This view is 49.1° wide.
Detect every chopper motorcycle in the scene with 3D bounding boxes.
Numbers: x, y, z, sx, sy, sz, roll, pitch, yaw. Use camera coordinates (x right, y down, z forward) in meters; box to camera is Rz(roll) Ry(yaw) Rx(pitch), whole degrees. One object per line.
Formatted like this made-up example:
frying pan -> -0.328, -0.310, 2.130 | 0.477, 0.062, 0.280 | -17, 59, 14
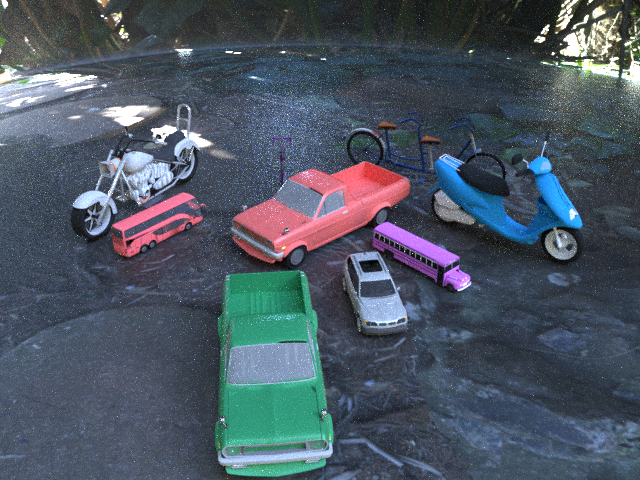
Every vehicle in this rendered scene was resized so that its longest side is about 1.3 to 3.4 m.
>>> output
chopper motorcycle -> -3.099, -1.210, 11.952 | 0.906, 1.480, 3.040 | 15, 34, 24

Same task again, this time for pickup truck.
pickup truck -> -0.585, 1.299, 8.139 | 1.244, 0.993, 3.117 | -3, 30, -5
pickup truck -> 0.072, -0.590, 11.374 | 3.117, 0.993, 1.244 | -25, 39, -36

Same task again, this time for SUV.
SUV -> 0.727, 0.686, 9.598 | 0.656, 0.580, 1.572 | -5, 31, -9

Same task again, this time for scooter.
scooter -> 2.874, -0.757, 10.873 | 2.721, 1.786, 1.288 | 22, 37, 32

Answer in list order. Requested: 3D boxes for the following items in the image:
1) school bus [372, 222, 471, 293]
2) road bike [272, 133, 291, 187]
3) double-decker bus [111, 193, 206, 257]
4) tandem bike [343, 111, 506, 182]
school bus -> 1.517, 0.246, 10.496 | 0.365, 0.434, 1.708 | -25, 38, -35
road bike -> -0.700, -1.413, 12.923 | 0.358, 0.852, 1.545 | -1, 30, -2
double-decker bus -> -2.579, -0.276, 11.284 | 0.389, 0.541, 1.672 | 22, 37, 33
tandem bike -> 1.891, -1.724, 12.985 | 3.192, 1.326, 0.550 | 14, 33, 23
